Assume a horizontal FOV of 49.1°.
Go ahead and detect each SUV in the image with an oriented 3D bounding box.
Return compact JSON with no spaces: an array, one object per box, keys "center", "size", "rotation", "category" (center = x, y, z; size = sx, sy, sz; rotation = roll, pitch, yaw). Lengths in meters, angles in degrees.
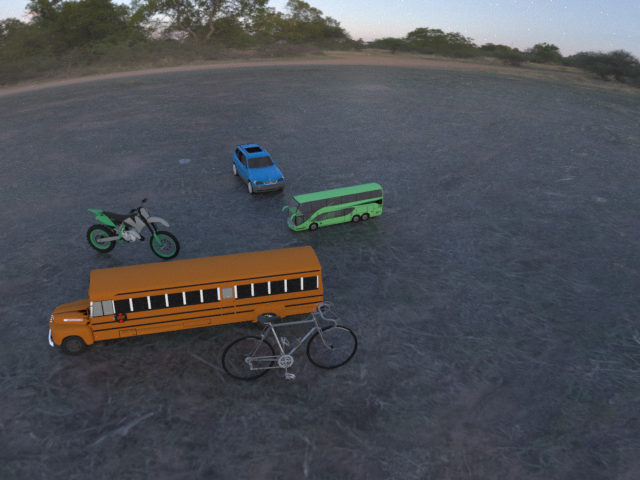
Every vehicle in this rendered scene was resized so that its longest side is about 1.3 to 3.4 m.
[{"center":[-1.166,-1.355,12.992],"size":[0.656,0.580,1.572],"rotation":[-11,29,-20],"category":"SUV"}]

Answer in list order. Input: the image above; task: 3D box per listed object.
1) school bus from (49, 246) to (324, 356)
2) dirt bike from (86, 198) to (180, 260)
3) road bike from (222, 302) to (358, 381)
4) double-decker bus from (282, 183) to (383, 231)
[{"center":[-1.634,0.707,8.655],"size":[3.322,0.844,0.709],"rotation":[-6,28,-12],"category":"school bus"},{"center":[-2.780,-0.146,10.315],"size":[1.493,0.857,0.527],"rotation":[6,28,12],"category":"dirt bike"},{"center":[-0.325,1.150,7.777],"size":[1.545,0.852,0.358],"rotation":[-6,28,-11],"category":"road bike"},{"center":[0.232,-0.535,11.427],"size":[1.672,0.541,0.389],"rotation":[-11,29,-21],"category":"double-decker bus"}]
